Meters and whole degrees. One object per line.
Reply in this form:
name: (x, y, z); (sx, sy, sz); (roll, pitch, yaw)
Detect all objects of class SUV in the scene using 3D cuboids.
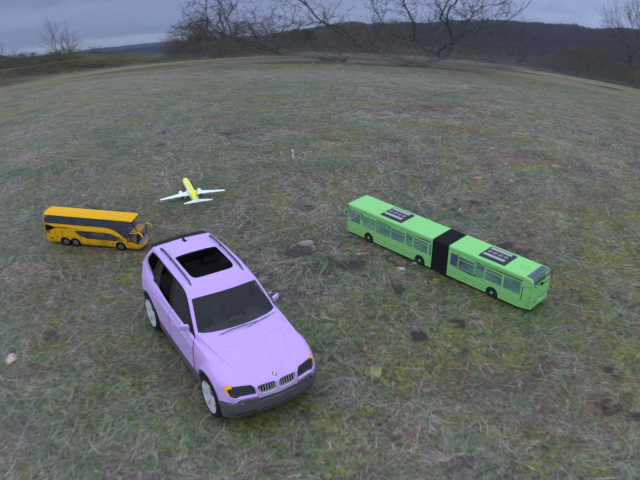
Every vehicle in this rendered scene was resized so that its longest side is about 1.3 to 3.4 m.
SUV: (-1.225, 0.881, 8.532); (1.276, 1.128, 3.058); (-16, 33, -27)

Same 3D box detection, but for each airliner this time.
airliner: (-2.322, -0.956, 12.585); (1.161, 0.429, 1.307); (-10, 31, -18)

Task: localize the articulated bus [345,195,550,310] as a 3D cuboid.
articulated bus: (1.782, 0.108, 10.519); (3.401, 0.561, 0.605); (26, 38, 38)

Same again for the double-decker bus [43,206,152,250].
double-decker bus: (-3.518, -0.185, 11.072); (1.672, 0.541, 0.389); (5, 29, 9)
